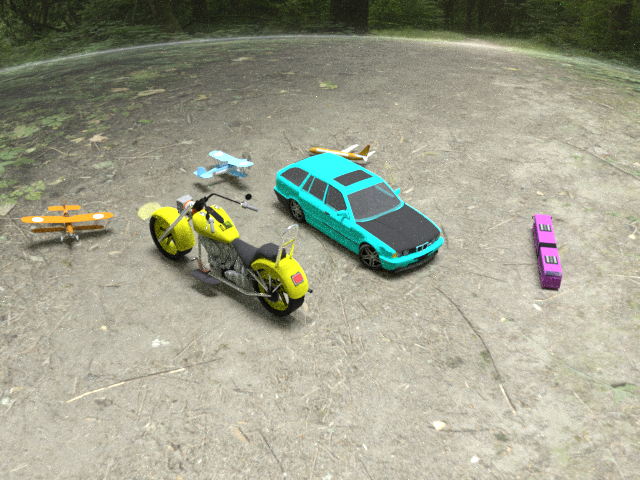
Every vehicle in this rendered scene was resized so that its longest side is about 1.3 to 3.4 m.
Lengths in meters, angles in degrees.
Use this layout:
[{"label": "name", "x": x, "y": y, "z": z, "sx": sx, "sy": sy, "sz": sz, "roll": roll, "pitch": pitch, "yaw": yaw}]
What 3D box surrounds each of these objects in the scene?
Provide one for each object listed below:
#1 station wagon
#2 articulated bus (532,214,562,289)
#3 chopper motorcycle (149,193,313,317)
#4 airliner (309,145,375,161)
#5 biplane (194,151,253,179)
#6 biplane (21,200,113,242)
[{"label": "station wagon", "x": 0.556, "y": -0.558, "z": 11.073, "sx": 1.327, "sy": 0.920, "sz": 3.105, "roll": -22, "pitch": 37, "yaw": -32}, {"label": "articulated bus", "x": 3.406, "y": 0.139, "z": 10.533, "sx": 0.311, "sy": 0.289, "sz": 1.749, "roll": 5, "pitch": 32, "yaw": 9}, {"label": "chopper motorcycle", "x": -1.361, "y": -0.008, "z": 9.626, "sx": 3.040, "sy": 1.480, "sz": 0.906, "roll": 25, "pitch": 39, "yaw": 34}, {"label": "airliner", "x": 0.372, "y": -1.730, "z": 13.480, "sx": 1.307, "sy": 0.429, "sz": 1.161, "roll": 13, "pitch": 34, "yaw": 20}, {"label": "biplane", "x": -1.754, "y": -1.305, "z": 12.706, "sx": 1.090, "sy": 0.504, "sz": 1.336, "roll": -22, "pitch": 38, "yaw": -32}, {"label": "biplane", "x": -3.965, "y": -0.306, "z": 11.058, "sx": 1.336, "sy": 0.504, "sz": 1.090, "roll": -13, "pitch": 33, "yaw": -20}]
